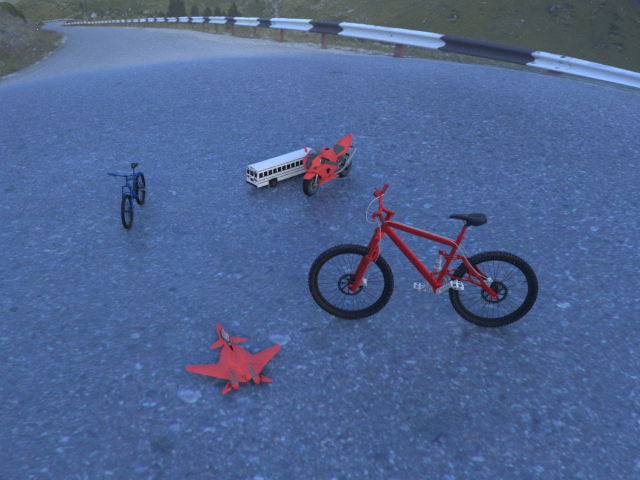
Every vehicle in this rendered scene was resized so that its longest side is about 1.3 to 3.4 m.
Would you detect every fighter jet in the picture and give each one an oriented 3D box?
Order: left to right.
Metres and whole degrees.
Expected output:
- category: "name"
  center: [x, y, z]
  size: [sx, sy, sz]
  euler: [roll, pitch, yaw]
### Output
- category: "fighter jet"
  center: [-1.058, 1.275, 8.336]
  size: [1.147, 0.286, 1.358]
  euler: [-11, 30, -19]

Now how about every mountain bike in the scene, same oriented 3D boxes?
- category: "mountain bike"
  center: [-3.099, -0.808, 11.579]
  size: [0.573, 0.868, 1.469]
  euler: [0, 28, 0]
- category: "mountain bike"
  center: [1.271, 0.314, 8.641]
  size: [2.857, 1.688, 1.114]
  euler: [3, 29, 5]

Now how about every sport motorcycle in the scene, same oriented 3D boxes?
- category: "sport motorcycle"
  center: [0.150, -1.372, 12.672]
  size: [0.506, 0.821, 1.520]
  euler: [18, 33, 30]

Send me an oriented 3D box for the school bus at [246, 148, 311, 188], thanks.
- category: "school bus"
  center: [-0.586, -1.368, 13.072]
  size: [1.708, 0.434, 0.365]
  euler: [-22, 36, -35]
